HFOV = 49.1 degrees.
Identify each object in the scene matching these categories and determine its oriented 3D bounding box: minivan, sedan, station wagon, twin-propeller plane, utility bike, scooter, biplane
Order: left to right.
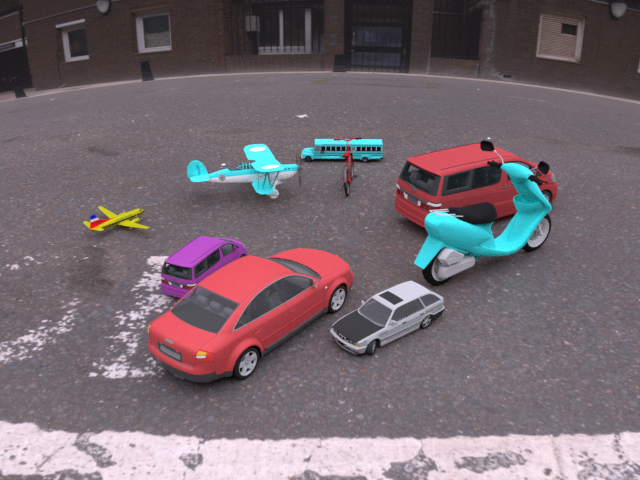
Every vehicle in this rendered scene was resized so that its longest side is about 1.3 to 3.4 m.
[{"bbox_3d":[-3.389,-0.382,11.743,1.370,0.407,1.095,20,33,35],"label":"twin-propeller plane"},{"bbox_3d":[-1.644,0.300,10.146,0.681,0.616,1.548,12,29,22],"label":"minivan"},{"bbox_3d":[-1.347,-1.231,12.797,2.120,0.981,2.598,-5,27,-11],"label":"biplane"},{"bbox_3d":[-0.758,0.726,8.932,1.235,0.940,3.137,19,32,33],"label":"sedan"},{"bbox_3d":[0.496,-1.440,13.255,0.535,0.946,1.435,3,27,7],"label":"utility bike"},{"bbox_3d":[0.877,0.951,9.004,1.597,0.473,0.682,-20,33,-34],"label":"station wagon"},{"bbox_3d":[2.779,-0.996,12.087,3.011,1.197,1.324,-15,30,-27],"label":"minivan"},{"bbox_3d":[2.509,-0.389,10.216,2.721,1.786,1.288,-16,31,-29],"label":"scooter"}]

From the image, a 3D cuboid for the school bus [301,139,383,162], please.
[{"bbox_3d":[0.463,-1.886,14.719,1.708,0.434,0.365,0,27,1],"label":"school bus"}]
